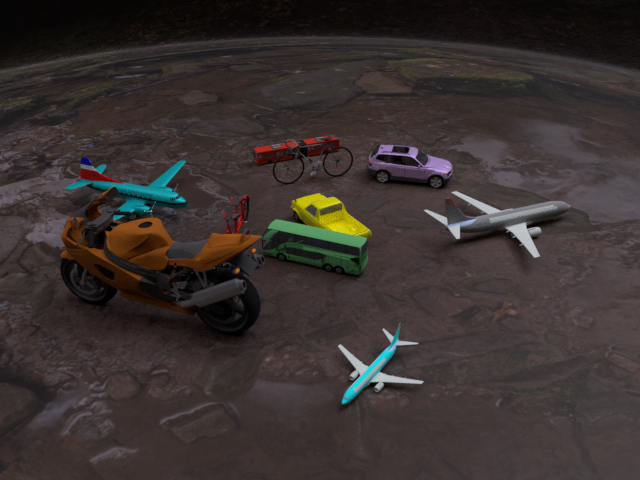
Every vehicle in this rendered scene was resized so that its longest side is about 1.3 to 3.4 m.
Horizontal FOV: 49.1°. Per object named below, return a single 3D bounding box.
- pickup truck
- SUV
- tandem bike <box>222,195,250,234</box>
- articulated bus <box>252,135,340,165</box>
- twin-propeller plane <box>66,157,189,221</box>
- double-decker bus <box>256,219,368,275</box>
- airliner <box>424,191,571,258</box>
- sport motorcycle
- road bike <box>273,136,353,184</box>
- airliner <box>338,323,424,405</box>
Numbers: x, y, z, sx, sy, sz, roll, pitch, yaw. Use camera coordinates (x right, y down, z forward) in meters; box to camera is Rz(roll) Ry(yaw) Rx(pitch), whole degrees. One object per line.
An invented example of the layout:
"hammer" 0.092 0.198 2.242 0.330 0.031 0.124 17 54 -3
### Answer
"pickup truck" 0.150 -0.353 11.144 0.640 0.511 1.603 -17 35 -26
"SUV" 1.646 -1.384 12.795 1.572 0.580 0.656 7 32 11
"tandem bike" -1.310 -0.336 10.950 0.283 0.682 1.642 4 31 7
"articulated bus" -0.459 -1.774 13.728 1.749 0.289 0.311 -12 33 -20
"twin-propeller plane" -3.155 -0.895 11.774 2.129 0.792 2.663 11 33 18
"double-decker bus" -0.112 0.096 10.367 1.672 0.541 0.389 12 33 19
"airliner" 2.991 -0.503 11.080 2.541 0.835 2.257 -12 33 -19
"sport motorcycle" -2.104 0.329 8.954 2.955 1.596 0.983 10 32 15
"road bike" -0.116 -1.466 12.668 1.545 0.852 0.358 -10 32 -17
"airliner" 0.626 1.454 8.213 1.161 0.429 1.307 20 36 30
